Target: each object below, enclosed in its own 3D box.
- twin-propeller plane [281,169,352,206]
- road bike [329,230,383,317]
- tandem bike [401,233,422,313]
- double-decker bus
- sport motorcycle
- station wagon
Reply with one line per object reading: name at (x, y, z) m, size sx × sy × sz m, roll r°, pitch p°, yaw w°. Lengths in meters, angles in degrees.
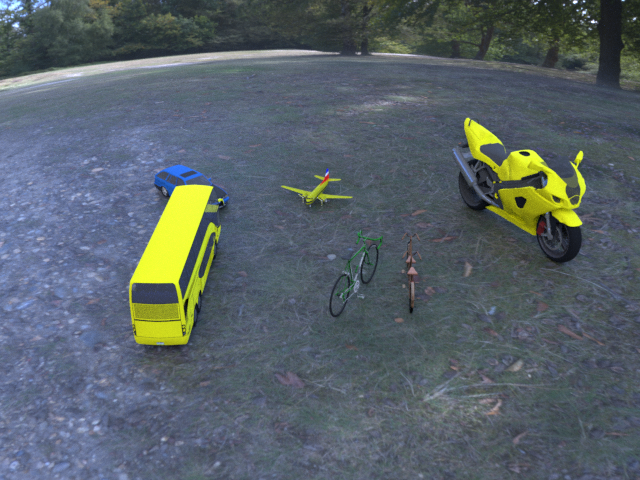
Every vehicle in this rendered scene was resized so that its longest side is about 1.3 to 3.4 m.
twin-propeller plane at (-0.030, -0.938, 12.655) m, size 1.370 × 0.407 × 1.095 m, roll 10°, pitch 30°, yaw 19°
road bike at (0.490, 0.429, 9.629) m, size 0.358 × 0.852 × 1.545 m, roll 14°, pitch 31°, yaw 25°
tandem bike at (1.281, 0.386, 9.888) m, size 0.283 × 0.682 × 1.642 m, roll 2°, pitch 28°, yaw 4°
double-decker bus at (-1.941, 0.199, 9.846) m, size 0.756 × 1.052 × 3.251 m, roll 0°, pitch 28°, yaw 1°
sport motorcycle at (3.162, -0.856, 11.242) m, size 0.983 × 1.596 × 2.955 m, roll -12°, pitch 30°, yaw -22°
station wagon at (-2.330, -0.968, 12.642) m, size 1.597 × 0.473 × 0.682 m, roll 24°, pitch 36°, yaw 37°
